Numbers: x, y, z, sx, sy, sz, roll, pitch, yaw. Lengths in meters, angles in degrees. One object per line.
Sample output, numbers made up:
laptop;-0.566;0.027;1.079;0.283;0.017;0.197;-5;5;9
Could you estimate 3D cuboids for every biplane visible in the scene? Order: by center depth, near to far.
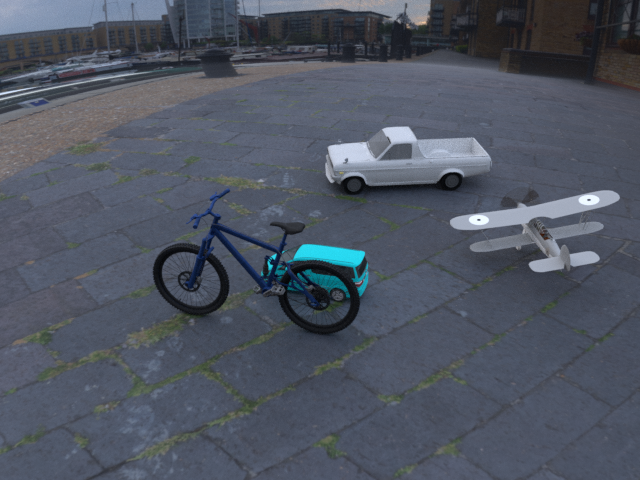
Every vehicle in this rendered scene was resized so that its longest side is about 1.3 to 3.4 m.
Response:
biplane;3.330;-0.070;10.639;2.598;0.981;2.120;-3;28;-5

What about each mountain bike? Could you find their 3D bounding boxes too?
mountain bike;-0.875;0.371;9.074;2.857;1.688;1.114;7;29;13

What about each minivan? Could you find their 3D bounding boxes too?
minivan;-0.088;0.419;10.116;1.548;0.616;0.681;8;29;14

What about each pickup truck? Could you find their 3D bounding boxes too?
pickup truck;1.664;-1.603;13.474;3.117;0.993;1.244;-3;28;-5
